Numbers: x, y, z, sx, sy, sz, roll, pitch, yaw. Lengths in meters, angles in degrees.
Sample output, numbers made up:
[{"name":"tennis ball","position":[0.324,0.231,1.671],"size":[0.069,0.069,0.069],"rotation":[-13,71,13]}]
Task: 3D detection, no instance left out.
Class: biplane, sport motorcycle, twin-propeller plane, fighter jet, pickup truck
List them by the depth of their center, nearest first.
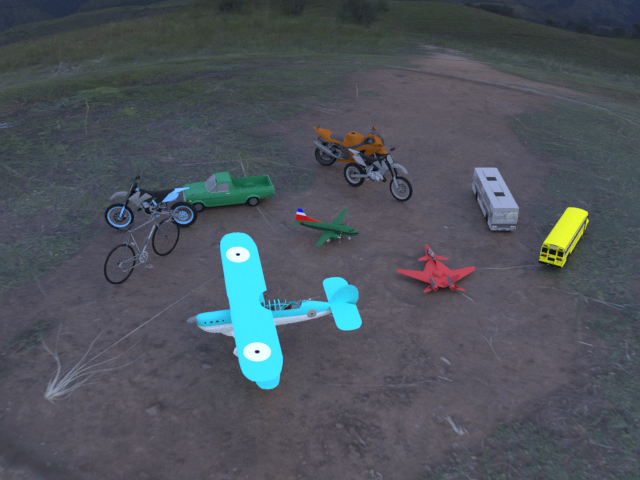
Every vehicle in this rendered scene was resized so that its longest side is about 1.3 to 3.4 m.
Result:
[{"name":"biplane","position":[-0.550,0.911,8.550],"size":[2.120,0.981,2.598],"rotation":[-6,30,-11]},{"name":"fighter jet","position":[1.697,0.318,10.336],"size":[1.147,0.286,1.358],"rotation":[-2,29,-3]},{"name":"twin-propeller plane","position":[0.105,-0.254,11.246],"size":[1.095,0.407,1.370],"rotation":[10,31,18]},{"name":"pickup truck","position":[-1.613,-0.900,12.304],"size":[1.603,0.511,0.640],"rotation":[-7,30,-12]},{"name":"sport motorcycle","position":[0.603,-1.788,13.588],"size":[1.520,0.821,0.506],"rotation":[7,30,13]}]

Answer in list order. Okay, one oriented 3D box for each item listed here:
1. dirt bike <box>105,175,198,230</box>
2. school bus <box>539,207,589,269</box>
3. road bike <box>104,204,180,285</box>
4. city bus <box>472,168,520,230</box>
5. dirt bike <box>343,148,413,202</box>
[{"name":"dirt bike","position":[-2.755,-0.565,11.343],"size":[1.493,0.857,0.527],"rotation":[-3,29,-5]},{"name":"school bus","position":[3.841,-0.085,10.912],"size":[0.365,0.434,1.708],"rotation":[17,33,27]},{"name":"road bike","position":[-2.596,0.039,10.257],"size":[0.358,0.852,1.545],"rotation":[17,33,27]},{"name":"city bus","position":[2.982,-0.708,12.010],"size":[0.476,0.460,1.674],"rotation":[0,29,0]},{"name":"dirt bike","position":[1.033,-1.224,12.533],"size":[1.493,0.857,0.527],"rotation":[21,35,33]}]
